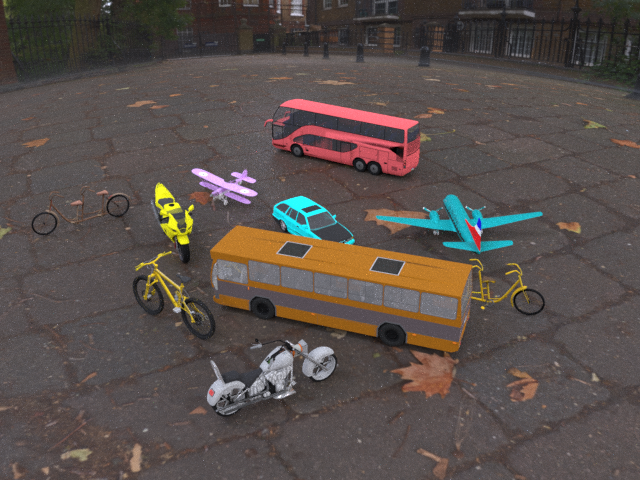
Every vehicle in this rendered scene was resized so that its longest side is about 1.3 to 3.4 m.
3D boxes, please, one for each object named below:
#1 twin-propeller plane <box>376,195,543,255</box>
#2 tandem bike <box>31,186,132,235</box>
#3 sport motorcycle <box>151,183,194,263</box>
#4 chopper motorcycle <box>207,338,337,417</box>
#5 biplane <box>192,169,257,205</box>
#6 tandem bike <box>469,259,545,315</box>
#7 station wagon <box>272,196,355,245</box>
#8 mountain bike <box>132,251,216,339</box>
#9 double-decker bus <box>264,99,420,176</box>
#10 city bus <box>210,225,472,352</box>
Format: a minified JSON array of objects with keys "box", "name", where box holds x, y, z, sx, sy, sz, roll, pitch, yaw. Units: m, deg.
[{"box":[2.225,-0.356,10.901,2.663,0.792,2.129,-1,28,-3],"name":"twin-propeller plane"},{"box":[-3.869,-0.544,11.381,1.642,0.682,0.283,-18,32,-30],"name":"tandem bike"},{"box":[-2.249,-0.272,10.709,0.506,0.821,1.520,-12,30,-22],"name":"sport motorcycle"},{"box":[-0.491,1.395,7.573,1.563,0.761,0.466,-16,32,-28],"name":"chopper motorcycle"},{"box":[-1.583,-0.940,12.335,1.336,0.504,1.090,15,31,26],"name":"biplane"},{"box":[2.130,0.583,9.217,1.642,0.682,0.283,10,29,18],"name":"tandem bike"},{"box":[-0.115,-0.273,11.086,0.682,0.473,1.597,-18,33,-31],"name":"station wagon"},{"box":[-1.865,0.703,8.786,1.469,0.868,0.573,19,33,32],"name":"mountain bike"},{"box":[0.413,-2.072,13.915,3.251,1.052,0.756,17,32,29],"name":"double-decker bus"},{"box":[0.238,0.611,8.933,3.255,0.894,0.926,10,29,18],"name":"city bus"}]
